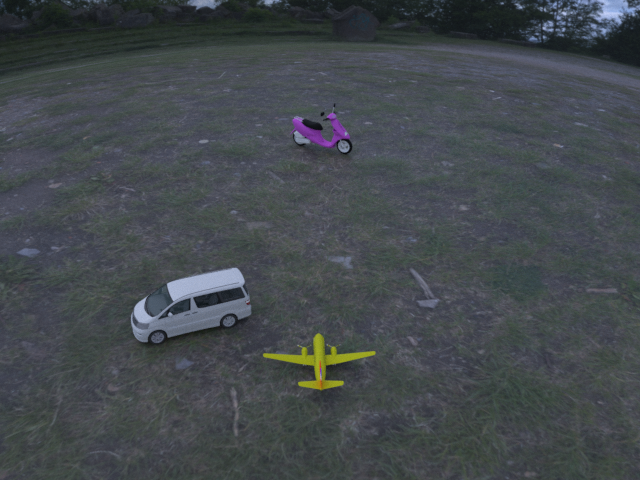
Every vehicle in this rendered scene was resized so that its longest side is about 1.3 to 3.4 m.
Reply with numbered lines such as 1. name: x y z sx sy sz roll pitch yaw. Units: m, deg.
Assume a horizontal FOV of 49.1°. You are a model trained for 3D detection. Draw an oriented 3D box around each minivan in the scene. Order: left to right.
1. minivan: -1.705 0.844 9.195 1.548 0.616 0.681 -11 32 -18

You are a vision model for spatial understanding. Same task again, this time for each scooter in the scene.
1. scooter: 0.021 -2.268 14.211 1.399 0.919 0.662 14 33 22

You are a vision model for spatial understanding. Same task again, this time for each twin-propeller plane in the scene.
1. twin-propeller plane: -0.003 1.412 8.431 1.370 0.407 1.095 -1 30 -2
